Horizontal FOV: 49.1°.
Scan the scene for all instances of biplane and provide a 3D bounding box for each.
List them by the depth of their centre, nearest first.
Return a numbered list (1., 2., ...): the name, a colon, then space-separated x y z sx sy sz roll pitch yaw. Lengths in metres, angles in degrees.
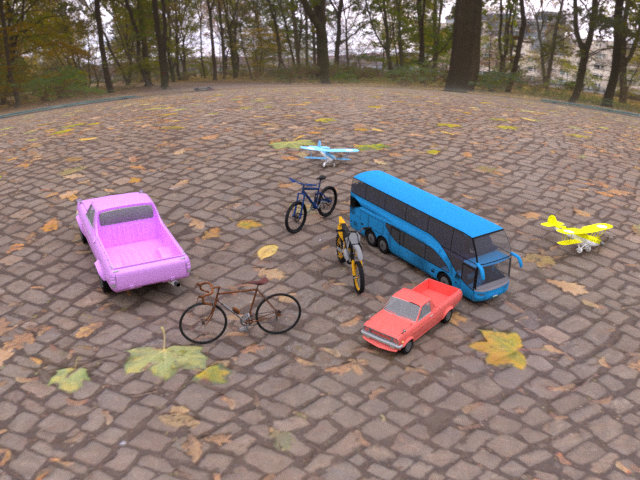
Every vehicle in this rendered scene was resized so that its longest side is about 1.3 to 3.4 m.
1. biplane: 4.126 -0.109 11.309 1.336 0.504 1.090 -16 29 -31
2. biplane: 0.159 -1.880 15.163 1.336 0.504 1.090 -9 26 -19

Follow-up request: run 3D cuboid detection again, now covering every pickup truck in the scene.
1. pickup truck: 1.220 0.910 9.082 0.640 0.511 1.603 19 31 35
2. pickup truck: -2.946 -0.111 10.727 1.244 0.993 3.117 -12 27 -24

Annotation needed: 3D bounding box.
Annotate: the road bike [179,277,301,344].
1. road bike: -0.990 0.873 8.755 1.545 0.852 0.358 -6 25 -13

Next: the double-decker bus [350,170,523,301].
1. double-decker bus: 1.603 -0.118 10.672 0.756 1.052 3.251 -15 28 -29

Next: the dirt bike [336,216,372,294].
1. dirt bike: 0.449 0.151 10.319 0.527 0.857 1.493 -5 25 -11

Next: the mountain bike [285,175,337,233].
1. mountain bike: -0.139 -0.679 12.113 0.573 0.868 1.469 17 30 32
